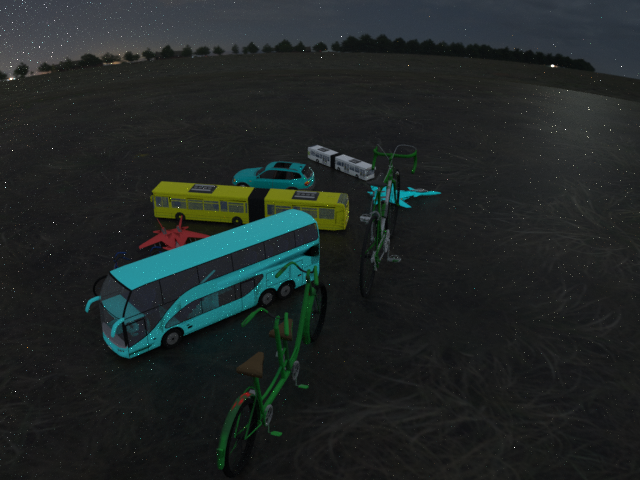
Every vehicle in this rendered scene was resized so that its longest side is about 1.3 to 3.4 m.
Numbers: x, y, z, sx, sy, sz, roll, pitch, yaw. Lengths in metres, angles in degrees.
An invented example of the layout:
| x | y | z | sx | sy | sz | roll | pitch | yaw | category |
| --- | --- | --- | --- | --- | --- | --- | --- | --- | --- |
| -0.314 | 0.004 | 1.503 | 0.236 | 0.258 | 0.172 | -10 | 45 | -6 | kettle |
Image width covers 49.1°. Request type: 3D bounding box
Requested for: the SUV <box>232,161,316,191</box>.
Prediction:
| x | y | z | sx | sy | sz | roll | pitch | yaw | category |
| --- | --- | --- | --- | --- | --- | --- | --- | --- | --- |
| -0.868 | -1.164 | 13.159 | 1.572 | 0.580 | 0.656 | 6 | 27 | 12 | SUV |

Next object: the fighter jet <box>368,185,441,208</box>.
| x | y | z | sx | sy | sz | roll | pitch | yaw | category |
| --- | --- | --- | --- | --- | --- | --- | --- | --- | --- |
| 1.600 | -0.907 | 12.977 | 1.358 | 0.286 | 1.147 | -4 | 27 | -8 | fighter jet |

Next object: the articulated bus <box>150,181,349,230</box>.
| x | y | z | sx | sy | sz | roll | pitch | yaw | category |
| --- | --- | --- | --- | --- | --- | --- | --- | --- | --- |
| -1.219 | -0.592 | 12.050 | 3.401 | 0.561 | 0.605 | 4 | 27 | 9 | articulated bus |

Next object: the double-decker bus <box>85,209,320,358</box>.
| x | y | z | sx | sy | sz | roll | pitch | yaw | category |
| --- | --- | --- | --- | --- | --- | --- | --- | --- | --- |
| -1.406 | 0.530 | 9.292 | 3.251 | 1.052 | 0.756 | -21 | 34 | -35 | double-decker bus |

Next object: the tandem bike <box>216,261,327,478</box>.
| x | y | z | sx | sy | sz | roll | pitch | yaw | category |
| --- | --- | --- | --- | --- | --- | --- | --- | --- | --- |
| -0.432 | 1.192 | 7.682 | 0.550 | 1.326 | 3.192 | 8 | 28 | 16 | tandem bike |

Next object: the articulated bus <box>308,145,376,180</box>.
| x | y | z | sx | sy | sz | roll | pitch | yaw | category |
| --- | --- | --- | --- | --- | --- | --- | --- | --- | --- |
| 0.415 | -1.595 | 14.332 | 0.311 | 0.289 | 1.749 | -22 | 34 | -37 | articulated bus |

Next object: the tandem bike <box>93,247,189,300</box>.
| x | y | z | sx | sy | sz | roll | pitch | yaw | category |
| --- | --- | --- | --- | --- | --- | --- | --- | --- | --- |
| -2.398 | 0.418 | 9.923 | 1.642 | 0.682 | 0.283 | -13 | 29 | -23 | tandem bike |

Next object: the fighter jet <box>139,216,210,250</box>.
| x | y | z | sx | sy | sz | roll | pitch | yaw | category |
| --- | --- | --- | --- | --- | --- | --- | --- | --- | --- |
| -2.291 | 0.019 | 11.149 | 1.147 | 0.286 | 1.358 | -9 | 28 | -17 | fighter jet |

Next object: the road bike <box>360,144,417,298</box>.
| x | y | z | sx | sy | sz | roll | pitch | yaw | category |
| --- | --- | --- | --- | --- | --- | --- | --- | --- | --- |
| 0.939 | -0.393 | 10.447 | 0.696 | 1.656 | 3.004 | 7 | 28 | 14 | road bike |
